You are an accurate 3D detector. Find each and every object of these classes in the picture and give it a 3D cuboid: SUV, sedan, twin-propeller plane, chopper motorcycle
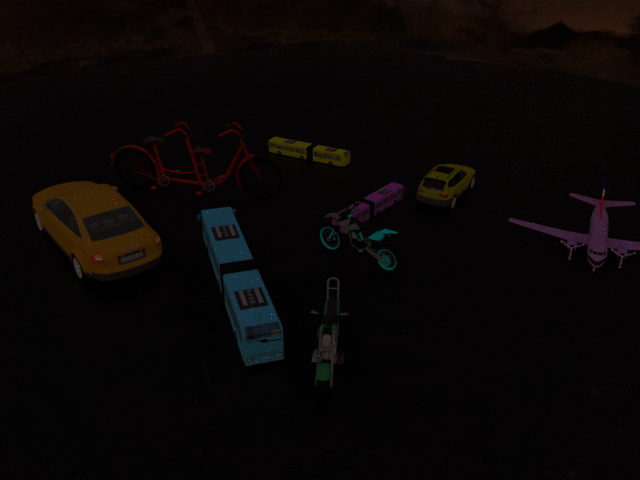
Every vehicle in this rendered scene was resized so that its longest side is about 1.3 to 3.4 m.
[{"bbox_3d":[2.251,-1.051,12.375,0.656,0.580,1.572,16,32,26],"label":"SUV"},{"bbox_3d":[-3.499,-0.342,10.708,1.235,0.940,3.137,-20,34,-32],"label":"sedan"},{"bbox_3d":[4.261,-0.229,10.655,2.663,0.792,2.129,10,30,18],"label":"twin-propeller plane"},{"bbox_3d":[0.098,1.130,8.209,0.466,0.761,1.563,3,29,5],"label":"chopper motorcycle"}]

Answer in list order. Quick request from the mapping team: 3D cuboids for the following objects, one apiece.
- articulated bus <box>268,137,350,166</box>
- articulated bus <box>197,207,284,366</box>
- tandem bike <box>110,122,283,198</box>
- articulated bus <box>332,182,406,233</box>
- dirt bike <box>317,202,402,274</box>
[{"bbox_3d":[-0.234,-1.769,13.987,1.749,0.289,0.311,14,32,24],"label":"articulated bus"},{"bbox_3d":[-1.134,0.487,9.590,0.605,0.561,3.401,-8,30,-15],"label":"articulated bus"},{"bbox_3d":[-2.211,-1.427,12.285,3.192,1.326,0.550,5,29,10],"label":"tandem bike"},{"bbox_3d":[0.835,-0.562,11.786,0.311,0.289,1.749,21,35,34],"label":"articulated bus"},{"bbox_3d":[0.559,-0.045,10.252,1.493,0.857,0.527,20,35,32],"label":"dirt bike"}]
